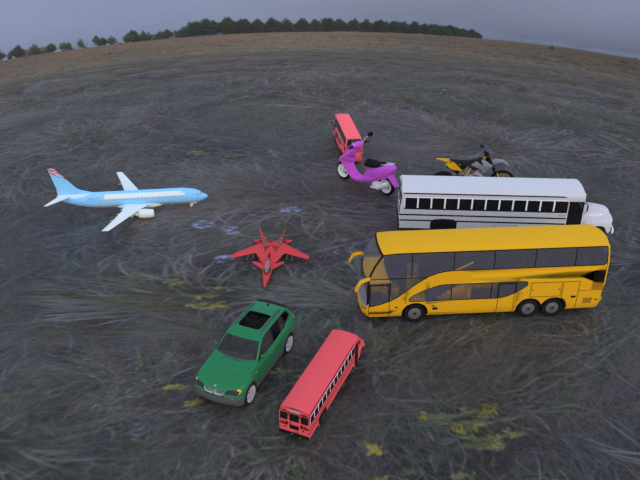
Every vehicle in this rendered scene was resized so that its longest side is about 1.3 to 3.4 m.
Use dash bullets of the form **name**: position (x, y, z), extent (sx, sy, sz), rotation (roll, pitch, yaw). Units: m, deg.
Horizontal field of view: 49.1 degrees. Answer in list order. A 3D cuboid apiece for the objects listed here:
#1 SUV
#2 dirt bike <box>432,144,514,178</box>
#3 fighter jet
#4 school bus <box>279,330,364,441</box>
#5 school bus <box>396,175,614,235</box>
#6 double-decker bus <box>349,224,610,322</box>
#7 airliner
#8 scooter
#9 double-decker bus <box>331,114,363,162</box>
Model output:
- **SUV**: position (-0.826, 1.239, 8.023), extent (0.656, 0.580, 1.572), rotation (12, 31, 20)
- **dirt bike**: position (2.631, -1.158, 12.062), extent (1.493, 0.857, 0.527), rotation (-1, 29, -1)
- **fighter jet**: position (-0.739, 0.240, 10.128), extent (1.147, 0.286, 1.358), rotation (1, 29, 1)
- **school bus**: position (0.069, 1.492, 7.719), extent (0.365, 0.434, 1.708), rotation (12, 31, 20)
- **school bus**: position (2.877, -0.516, 10.916), extent (3.322, 0.844, 0.709), rotation (2, 29, 3)
- **double-decker bus**: position (2.022, 0.409, 9.034), extent (3.251, 1.052, 0.756), rotation (-2, 29, -4)
- **airliner**: position (-3.149, -0.860, 11.547), extent (2.541, 0.835, 2.257), rotation (-4, 29, -8)
- **scooter**: position (0.823, -1.358, 12.359), extent (1.399, 0.919, 0.662), rotation (25, 37, 37)
- **double-decker bus**: position (0.539, -2.074, 14.040), extent (0.389, 0.541, 1.672), rotation (-4, 29, -7)
